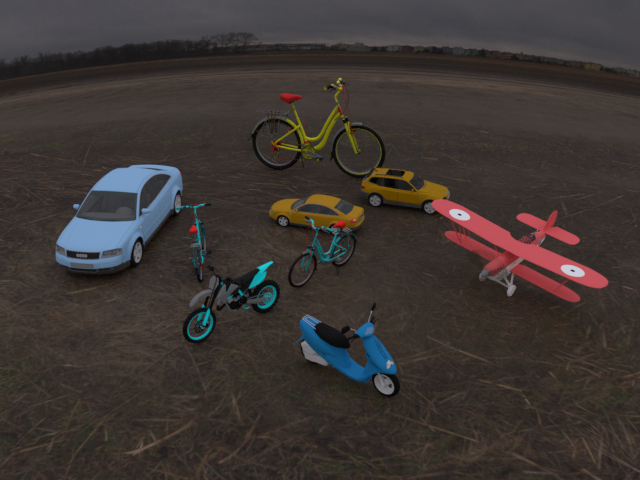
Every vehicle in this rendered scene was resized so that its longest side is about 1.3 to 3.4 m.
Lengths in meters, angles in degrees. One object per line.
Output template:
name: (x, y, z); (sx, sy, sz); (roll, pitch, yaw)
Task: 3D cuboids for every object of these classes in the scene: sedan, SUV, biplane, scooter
sedan: (-0.066, -0.479, 11.575); (1.613, 0.483, 0.635); (10, 28, 18)
SUV: (1.495, -0.900, 12.298); (1.572, 0.580, 0.656); (9, 28, 17)
biplane: (2.836, 0.149, 9.791); (2.598, 0.981, 2.120); (22, 34, 37)
sedan: (-3.119, -0.502, 11.117); (1.235, 0.940, 3.137); (4, 27, 7)
scooter: (0.299, 1.172, 7.844); (1.399, 0.919, 0.662); (18, 32, 32)

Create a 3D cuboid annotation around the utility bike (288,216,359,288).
utility bike: (0.106, 0.111, 9.904); (0.535, 0.946, 1.435); (24, 35, 38)

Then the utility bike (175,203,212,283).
utility bike: (-1.809, -0.021, 10.163); (0.535, 0.946, 1.435); (-2, 27, -4)

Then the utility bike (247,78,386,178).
utility bike: (-0.072, -2.190, 13.447); (2.791, 1.839, 1.039); (8, 28, 15)

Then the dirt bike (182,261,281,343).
dirt bike: (-1.091, 0.726, 8.791); (1.493, 0.857, 0.527); (-22, 34, -37)
